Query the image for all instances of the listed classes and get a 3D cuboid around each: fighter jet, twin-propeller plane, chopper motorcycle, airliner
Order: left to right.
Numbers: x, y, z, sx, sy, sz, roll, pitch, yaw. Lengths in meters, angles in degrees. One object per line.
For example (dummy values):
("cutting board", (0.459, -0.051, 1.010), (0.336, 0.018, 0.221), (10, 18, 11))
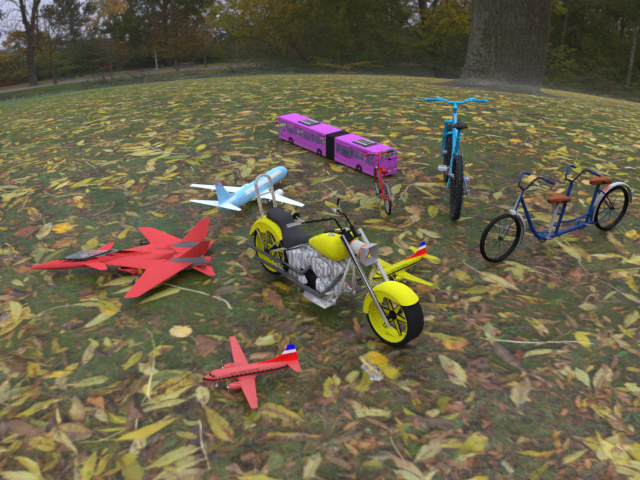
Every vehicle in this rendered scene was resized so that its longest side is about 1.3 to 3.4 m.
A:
("fighter jet", (-2.864, 0.169, 10.149), (2.640, 0.557, 2.229), (-4, 26, -8))
("twin-propeller plane", (-0.768, 1.401, 7.781), (1.095, 0.407, 1.370), (-7, 27, -14))
("airliner", (-1.184, -1.067, 12.377), (2.257, 0.835, 2.541), (11, 28, 22))
("chopper motorcycle", (0.112, 0.199, 9.029), (0.906, 1.480, 3.040), (-22, 33, -37))
("twin-propeller plane", (1.150, 0.331, 9.987), (1.095, 0.407, 1.370), (-20, 32, -35))

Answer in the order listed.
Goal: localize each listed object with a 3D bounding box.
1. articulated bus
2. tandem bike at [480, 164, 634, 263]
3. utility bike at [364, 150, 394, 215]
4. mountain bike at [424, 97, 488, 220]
("articulated bus", (0.275, -2.029, 14.675), (0.605, 0.561, 3.401), (-19, 32, -34))
("tandem bike", (3.712, -0.519, 10.685), (3.192, 1.326, 0.550), (-14, 29, -26))
("utility bike", (1.044, -1.045, 12.206), (0.535, 0.946, 1.435), (-3, 26, -6))
("mountain bike", (2.367, -1.527, 12.349), (1.114, 1.688, 2.857), (2, 26, 5))
